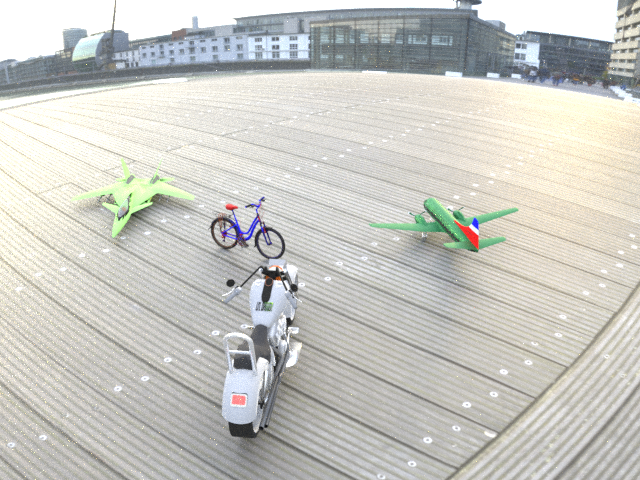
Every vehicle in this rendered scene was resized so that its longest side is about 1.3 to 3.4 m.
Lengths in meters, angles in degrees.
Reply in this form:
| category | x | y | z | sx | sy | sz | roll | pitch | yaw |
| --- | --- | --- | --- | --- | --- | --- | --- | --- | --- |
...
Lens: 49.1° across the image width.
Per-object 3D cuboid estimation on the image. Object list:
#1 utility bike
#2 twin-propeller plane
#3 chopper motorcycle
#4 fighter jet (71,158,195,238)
| category | x | y | z | sx | sy | sz | roll | pitch | yaw |
| --- | --- | --- | --- | --- | --- | --- | --- | --- | --- |
| utility bike | -1.156 | -0.234 | 11.078 | 1.435 | 0.946 | 0.535 | 13 | 30 | 24 |
| twin-propeller plane | 2.138 | -0.354 | 11.486 | 2.663 | 0.792 | 2.129 | -6 | 28 | -12 |
| chopper motorcycle | -0.612 | 0.936 | 8.182 | 0.906 | 1.480 | 3.040 | 3 | 27 | 7 |
| fighter jet | -3.426 | -0.791 | 12.606 | 2.229 | 0.557 | 2.640 | -1 | 27 | -1 |
